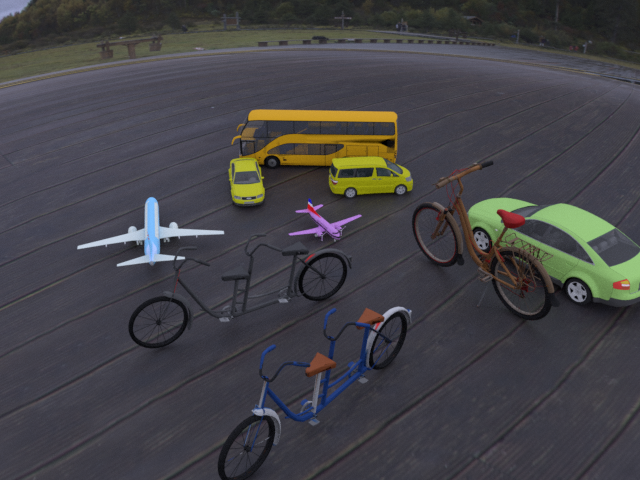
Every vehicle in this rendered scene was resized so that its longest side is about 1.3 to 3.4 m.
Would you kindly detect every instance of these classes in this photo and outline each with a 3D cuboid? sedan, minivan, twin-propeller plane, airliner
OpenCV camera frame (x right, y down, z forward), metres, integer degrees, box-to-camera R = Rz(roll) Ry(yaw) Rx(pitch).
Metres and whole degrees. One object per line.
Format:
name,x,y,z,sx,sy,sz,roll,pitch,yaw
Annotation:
sedan,3.550,-0.027,10.599,1.235,0.940,3.137,-21,36,-31
minivan,0.950,-1.197,12.944,1.548,0.616,0.681,-4,30,-7
sedan,-1.369,-1.139,12.976,0.635,0.483,1.613,-4,30,-8
twin-propeller plane,0.051,-0.321,11.638,1.370,0.407,1.095,-16,34,-25
airliner,-2.706,-0.303,11.181,2.257,0.835,2.541,-6,31,-10

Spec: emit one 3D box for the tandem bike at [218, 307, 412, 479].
tandem bike,0.077,1.424,7.707,0.550,1.326,3.192,24,38,35

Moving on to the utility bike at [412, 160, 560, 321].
utility bike,2.166,-0.027,9.701,1.039,1.839,2.791,-19,35,-30

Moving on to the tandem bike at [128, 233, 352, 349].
tandem bike,-0.967,0.543,9.229,3.192,1.326,0.550,-14,33,-23

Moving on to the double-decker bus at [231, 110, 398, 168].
double-decker bus,-0.089,-2.008,13.910,3.251,1.052,0.756,1,30,2
